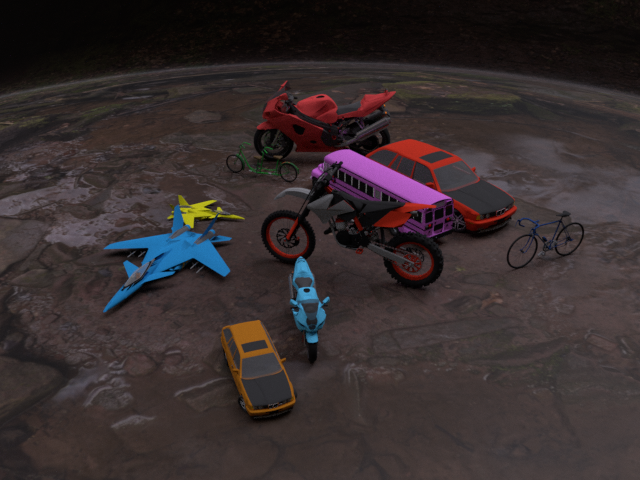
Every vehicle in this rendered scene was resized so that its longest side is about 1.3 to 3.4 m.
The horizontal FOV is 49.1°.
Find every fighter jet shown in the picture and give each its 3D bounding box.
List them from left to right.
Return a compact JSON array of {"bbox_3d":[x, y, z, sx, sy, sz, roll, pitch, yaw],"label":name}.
[{"bbox_3d":[-2.501,0.276,10.723,2.229,0.557,2.640,11,30,20],"label":"fighter jet"},{"bbox_3d":[-1.993,-0.526,12.501,1.358,0.286,1.147,7,29,12],"label":"fighter jet"}]

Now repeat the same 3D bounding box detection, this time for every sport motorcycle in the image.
[{"bbox_3d":[-0.176,0.905,9.272,0.506,0.821,1.520,-3,28,-6],"label":"sport motorcycle"},{"bbox_3d":[0.072,-2.414,14.634,2.955,1.596,0.983,0,28,0],"label":"sport motorcycle"}]

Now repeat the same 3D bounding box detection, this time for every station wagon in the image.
[{"bbox_3d":[-0.779,1.500,8.532,0.682,0.473,1.597,-9,30,-17],"label":"station wagon"},{"bbox_3d":[2.153,-1.091,12.884,1.327,0.920,3.105,-20,34,-32],"label":"station wagon"}]

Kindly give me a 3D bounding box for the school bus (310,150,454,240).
[{"bbox_3d":[0.980,-0.885,12.581,0.709,0.844,3.322,-19,33,-31],"label":"school bus"}]

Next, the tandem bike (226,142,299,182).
[{"bbox_3d":[-1.170,-1.566,14.021,1.642,0.682,0.283,11,30,20],"label":"tandem bike"}]

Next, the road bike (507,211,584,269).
[{"bbox_3d":[3.569,-0.030,10.980,1.545,0.852,0.358,-13,31,-22],"label":"road bike"}]

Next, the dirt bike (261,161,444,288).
[{"bbox_3d":[0.432,-0.198,10.433,2.903,1.666,1.024,10,30,18],"label":"dirt bike"}]
